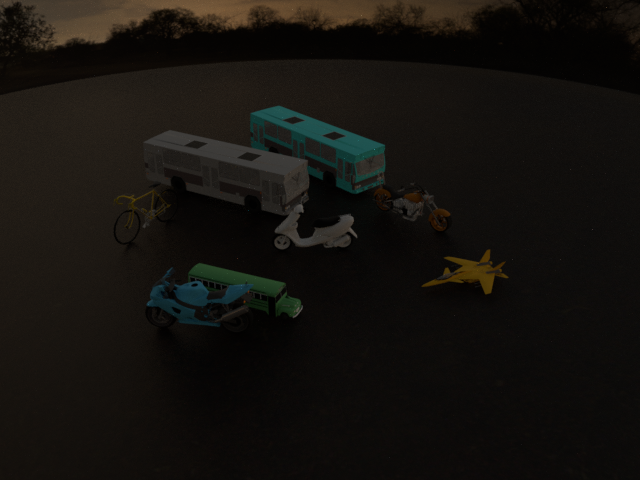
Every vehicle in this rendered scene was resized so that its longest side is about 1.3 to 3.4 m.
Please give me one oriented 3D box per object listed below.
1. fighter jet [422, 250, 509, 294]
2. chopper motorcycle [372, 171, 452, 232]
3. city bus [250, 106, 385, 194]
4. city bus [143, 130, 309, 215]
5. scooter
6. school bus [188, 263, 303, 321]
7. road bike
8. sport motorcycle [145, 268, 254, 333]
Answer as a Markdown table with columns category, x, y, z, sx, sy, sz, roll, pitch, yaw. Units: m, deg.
| category | x | y | z | sx | sy | sz | roll | pitch | yaw |
| --- | --- | --- | --- | --- | --- | --- | --- | --- | --- |
| fighter jet | 2.139 | 0.488 | 10.628 | 1.358 | 0.286 | 1.147 | -12 | 31 | -20 |
| chopper motorcycle | 1.611 | -0.673 | 12.242 | 1.563 | 0.761 | 0.466 | 21 | 35 | 34 |
| city bus | -0.125 | -1.853 | 14.245 | 0.926 | 0.894 | 3.255 | -23 | 37 | -36 |
| city bus | -1.801 | -1.263 | 13.175 | 3.255 | 0.894 | 0.926 | 15 | 32 | 26 |
| scooter | -0.092 | -0.248 | 11.307 | 1.399 | 0.919 | 0.662 | -2 | 29 | -3 |
| school bus | -1.071 | 0.734 | 10.027 | 1.708 | 0.434 | 0.365 | 12 | 31 | 20 |
| road bike | -2.939 | -0.518 | 11.867 | 0.358 | 0.852 | 1.545 | 16 | 33 | 27 |
| sport motorcycle | -1.625 | 0.864 | 9.392 | 1.520 | 0.821 | 0.506 | 3 | 29 | 5 |
